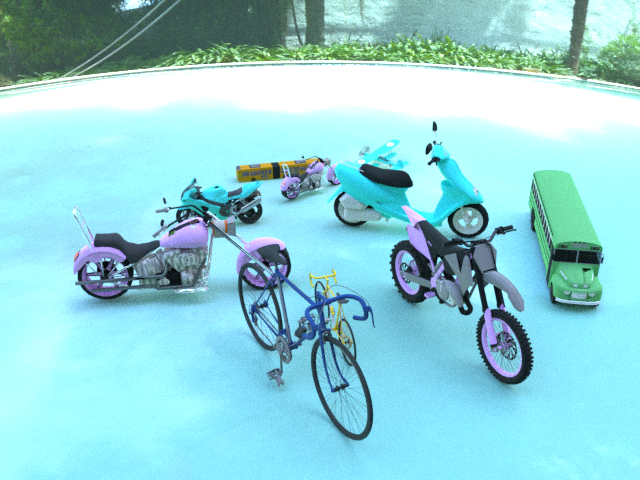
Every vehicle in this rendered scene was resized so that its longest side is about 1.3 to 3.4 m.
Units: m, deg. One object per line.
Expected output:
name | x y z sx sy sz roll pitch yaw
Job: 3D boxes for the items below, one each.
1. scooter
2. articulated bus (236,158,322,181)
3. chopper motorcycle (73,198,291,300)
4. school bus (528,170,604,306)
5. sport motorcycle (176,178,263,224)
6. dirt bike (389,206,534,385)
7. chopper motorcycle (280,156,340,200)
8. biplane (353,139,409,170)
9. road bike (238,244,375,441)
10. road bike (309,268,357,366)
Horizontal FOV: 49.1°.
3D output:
scooter | 1.462 -0.946 11.573 2.721 1.786 1.288 6 28 11
articulated bus | -0.801 -1.408 14.070 1.749 0.289 0.311 -7 28 -13
chopper motorcycle | -1.932 0.119 9.870 3.040 1.480 0.906 -5 28 -9
school bus | 3.819 -0.109 10.990 0.709 0.844 3.322 4 28 8
sport motorcycle | -1.717 -0.627 12.004 1.520 0.821 0.506 -5 28 -9
dirt bike | 1.735 0.522 8.900 1.024 1.666 2.903 -13 30 -23
chopper motorcycle | -0.119 -1.260 13.276 1.563 0.761 0.466 -23 35 -37
biplane | 1.261 -1.594 14.192 1.336 0.504 1.090 -25 36 -38
road bike | -0.274 0.988 8.021 0.696 1.656 3.004 -16 32 -28
road bike | 0.181 0.941 8.978 0.358 0.852 1.545 -9 29 -17
